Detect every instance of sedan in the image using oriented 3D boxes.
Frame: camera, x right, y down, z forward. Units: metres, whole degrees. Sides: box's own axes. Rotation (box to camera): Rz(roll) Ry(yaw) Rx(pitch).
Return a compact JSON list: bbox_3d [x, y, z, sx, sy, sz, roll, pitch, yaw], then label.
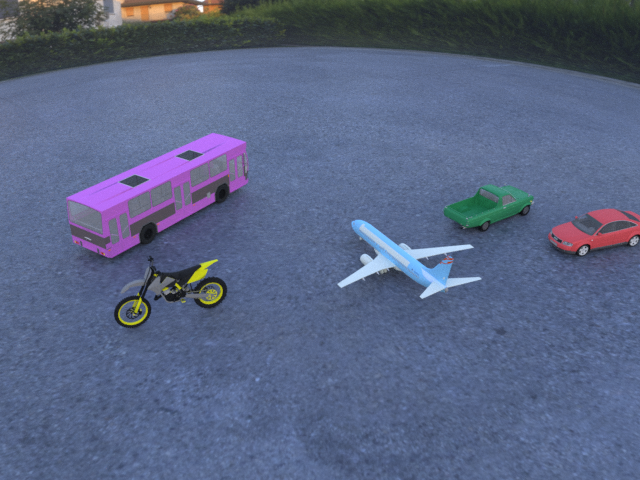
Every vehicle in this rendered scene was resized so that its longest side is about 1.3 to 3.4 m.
[{"bbox_3d":[4.302,-0.171,10.792,1.613,0.483,0.635,-10,31,-16],"label":"sedan"}]

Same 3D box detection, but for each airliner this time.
[{"bbox_3d":[1.114,0.067,10.019,2.257,0.835,2.541,-15,33,-24],"label":"airliner"}]

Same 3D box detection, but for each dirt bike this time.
[{"bbox_3d":[-1.914,0.643,8.988,1.493,0.857,0.527,-14,32,-22],"label":"dirt bike"}]

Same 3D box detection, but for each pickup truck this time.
[{"bbox_3d":[2.788,-0.587,11.493,1.603,0.511,0.640,-19,35,-30],"label":"pickup truck"}]

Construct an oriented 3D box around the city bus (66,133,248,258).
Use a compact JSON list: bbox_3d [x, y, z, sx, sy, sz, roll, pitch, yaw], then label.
[{"bbox_3d":[-2.506,-0.778,11.441,0.926,0.894,3.255,19,35,29],"label":"city bus"}]
